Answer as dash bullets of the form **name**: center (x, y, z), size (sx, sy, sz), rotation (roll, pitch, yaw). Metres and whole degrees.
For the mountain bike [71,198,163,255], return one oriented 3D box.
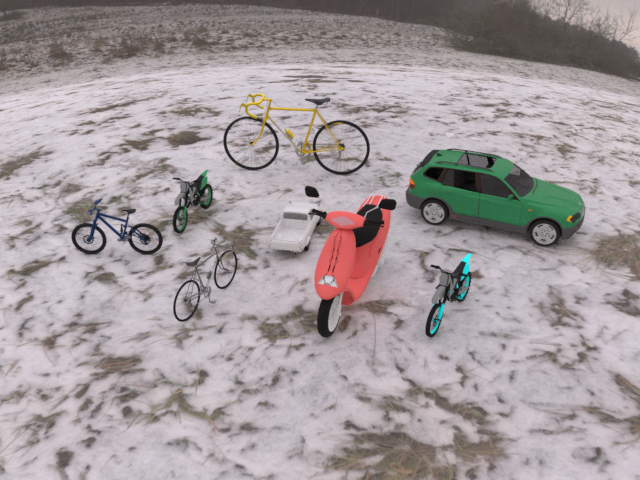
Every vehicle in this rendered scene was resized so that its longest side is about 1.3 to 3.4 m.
- **mountain bike**: center (-3.270, -0.155, 11.218), size (1.469, 0.868, 0.573), rotation (0, 28, 0)

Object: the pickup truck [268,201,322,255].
- **pickup truck**: center (-0.401, -0.268, 11.807), size (0.640, 0.511, 1.603), rotation (6, 29, 10)

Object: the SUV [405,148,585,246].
- **SUV**: center (3.039, -0.832, 12.206), size (3.058, 1.128, 1.276), rotation (12, 31, 22)

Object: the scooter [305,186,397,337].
- **scooter**: center (0.502, 0.024, 9.911), size (1.288, 1.786, 2.721), rotation (10, 30, 19)

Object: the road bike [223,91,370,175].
- **road bike**: center (-0.491, -2.125, 14.062), size (3.004, 1.656, 0.696), rotation (4, 28, 7)

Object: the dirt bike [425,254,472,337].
- **dirt bike**: center (1.804, 0.701, 9.632), size (0.527, 0.857, 1.493), rotation (16, 32, 28)

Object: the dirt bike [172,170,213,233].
- **dirt bike**: center (-2.234, -0.742, 12.325), size (0.527, 0.857, 1.493), rotation (8, 29, 15)

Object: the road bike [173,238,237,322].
- **road bike**: center (-1.614, 0.527, 9.962), size (0.358, 0.852, 1.545), rotation (14, 31, 24)
